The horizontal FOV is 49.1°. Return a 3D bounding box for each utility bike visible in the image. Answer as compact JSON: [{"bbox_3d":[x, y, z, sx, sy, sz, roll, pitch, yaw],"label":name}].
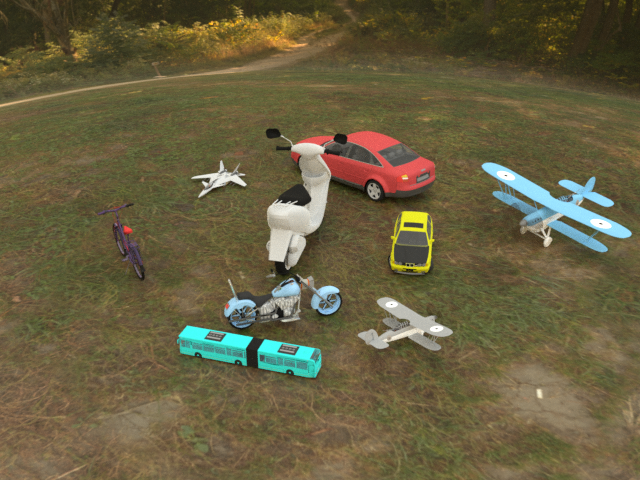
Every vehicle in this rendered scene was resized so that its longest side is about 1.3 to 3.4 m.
[{"bbox_3d":[-2.880,0.006,10.242,0.535,0.946,1.435,-15,30,-27],"label":"utility bike"}]

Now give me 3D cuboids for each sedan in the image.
[{"bbox_3d":[0.751,-1.579,13.416,3.137,0.940,1.235,24,35,39],"label":"sedan"}]

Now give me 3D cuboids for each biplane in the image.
[{"bbox_3d":[0.995,1.095,8.559,1.090,0.504,1.336,-15,30,-27],"label":"biplane"},{"bbox_3d":[3.850,-0.502,11.218,2.120,0.981,2.598,-22,34,-36],"label":"biplane"}]

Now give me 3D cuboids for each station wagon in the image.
[{"bbox_3d":[1.427,-0.006,10.793,0.682,0.473,1.597,4,27,8],"label":"station wagon"}]

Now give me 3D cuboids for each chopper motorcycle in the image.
[{"bbox_3d":[-0.461,0.729,9.003,1.563,0.761,0.466,-9,28,-17],"label":"chopper motorcycle"}]

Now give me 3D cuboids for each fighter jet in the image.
[{"bbox_3d":[-1.975,-1.137,13.262,1.147,0.286,1.358,9,28,18],"label":"fighter jet"}]

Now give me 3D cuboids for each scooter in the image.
[{"bbox_3d":[-0.283,-0.717,10.746,1.288,1.786,2.721,6,27,13],"label":"scooter"}]

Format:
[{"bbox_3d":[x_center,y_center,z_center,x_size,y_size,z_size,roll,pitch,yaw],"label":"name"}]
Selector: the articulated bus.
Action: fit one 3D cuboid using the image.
[{"bbox_3d":[-0.855,1.325,8.340,1.749,0.289,0.311,8,28,15],"label":"articulated bus"}]
